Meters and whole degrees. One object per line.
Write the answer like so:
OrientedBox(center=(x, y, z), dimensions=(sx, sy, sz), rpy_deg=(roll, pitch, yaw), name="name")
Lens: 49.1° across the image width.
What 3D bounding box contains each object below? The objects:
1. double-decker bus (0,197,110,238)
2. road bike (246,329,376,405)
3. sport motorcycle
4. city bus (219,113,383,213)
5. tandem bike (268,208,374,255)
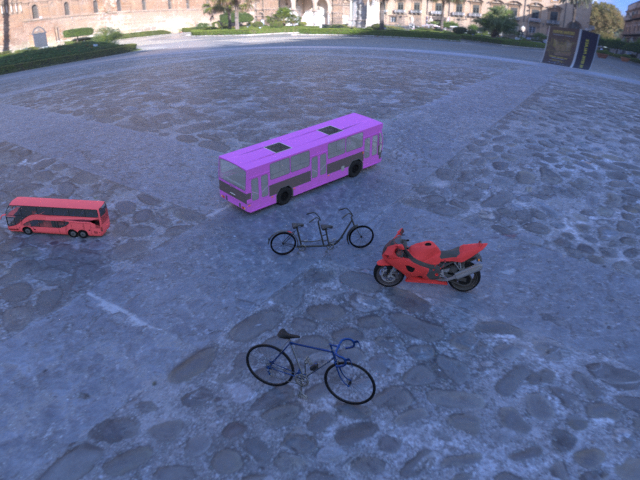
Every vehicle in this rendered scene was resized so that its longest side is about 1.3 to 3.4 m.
OrientedBox(center=(-4.221, -0.372, 11.185), dimensions=(1.672, 0.541, 0.389), rpy_deg=(3, 30, 6), name="double-decker bus")
OrientedBox(center=(-0.122, 1.398, 7.797), dimensions=(1.545, 0.852, 0.358), rpy_deg=(10, 31, 16), name="road bike")
OrientedBox(center=(1.507, 0.324, 9.694), dimensions=(1.520, 0.821, 0.506), rpy_deg=(3, 30, 5), name="sport motorcycle")
OrientedBox(center=(-0.262, -1.415, 12.643), dimensions=(3.255, 0.894, 0.926), rpy_deg=(-24, 38, -36), name="city bus")
OrientedBox(center=(0.021, -0.118, 10.603), dimensions=(1.642, 0.682, 0.283), rpy_deg=(-5, 30, -8), name="tandem bike")
